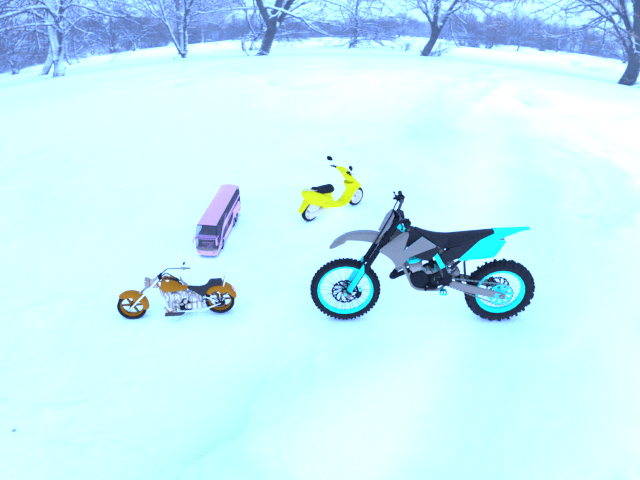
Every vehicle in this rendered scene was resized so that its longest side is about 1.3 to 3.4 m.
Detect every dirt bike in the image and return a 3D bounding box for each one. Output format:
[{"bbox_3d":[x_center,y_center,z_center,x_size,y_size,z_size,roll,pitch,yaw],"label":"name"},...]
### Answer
[{"bbox_3d":[1.324,0.326,8.871,2.903,1.666,1.024,0,29,0],"label":"dirt bike"}]

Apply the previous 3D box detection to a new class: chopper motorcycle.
[{"bbox_3d":[-1.886,0.667,9.190,1.563,0.761,0.466,-2,29,-4],"label":"chopper motorcycle"}]

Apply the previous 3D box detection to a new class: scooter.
[{"bbox_3d":[0.206,-0.869,11.817,1.399,0.919,0.662,-21,35,-33],"label":"scooter"}]

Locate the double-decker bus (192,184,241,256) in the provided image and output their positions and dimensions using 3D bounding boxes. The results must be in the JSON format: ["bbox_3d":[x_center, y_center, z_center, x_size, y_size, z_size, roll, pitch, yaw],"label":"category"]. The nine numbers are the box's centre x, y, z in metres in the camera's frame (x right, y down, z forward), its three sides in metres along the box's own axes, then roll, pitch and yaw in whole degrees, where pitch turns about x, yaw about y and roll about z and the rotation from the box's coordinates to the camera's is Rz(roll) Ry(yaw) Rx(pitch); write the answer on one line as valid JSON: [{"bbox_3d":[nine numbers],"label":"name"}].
[{"bbox_3d":[-1.622,-0.326,11.222,0.389,0.541,1.672,4,29,6],"label":"double-decker bus"}]
